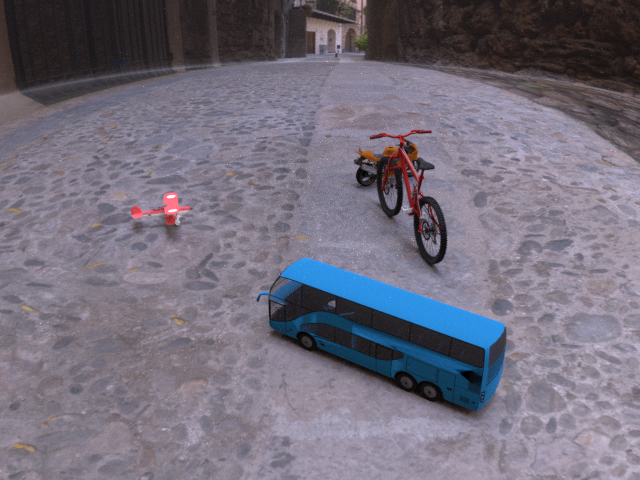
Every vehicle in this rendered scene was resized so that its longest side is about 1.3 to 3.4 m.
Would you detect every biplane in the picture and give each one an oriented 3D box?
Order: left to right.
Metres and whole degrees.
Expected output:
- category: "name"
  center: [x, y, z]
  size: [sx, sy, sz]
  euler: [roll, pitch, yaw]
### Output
- category: "biplane"
  center: [-2.783, -0.507, 12.401]
  size: [1.090, 0.504, 1.336]
  euler: [-6, 29, -11]

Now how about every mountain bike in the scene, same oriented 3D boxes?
- category: "mountain bike"
  center: [1.505, -0.827, 11.754]
  size: [1.114, 1.688, 2.857]
  euler: [-8, 30, -14]

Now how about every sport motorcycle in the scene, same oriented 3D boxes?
- category: "sport motorcycle"
  center: [1.375, -1.556, 13.989]
  size: [1.520, 0.821, 0.506]
  euler: [-13, 31, -22]

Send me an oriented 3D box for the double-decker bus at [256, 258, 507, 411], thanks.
- category: "double-decker bus"
  center: [0.705, 1.102, 8.892]
  size: [3.251, 1.052, 0.756]
  euler: [18, 33, 29]
